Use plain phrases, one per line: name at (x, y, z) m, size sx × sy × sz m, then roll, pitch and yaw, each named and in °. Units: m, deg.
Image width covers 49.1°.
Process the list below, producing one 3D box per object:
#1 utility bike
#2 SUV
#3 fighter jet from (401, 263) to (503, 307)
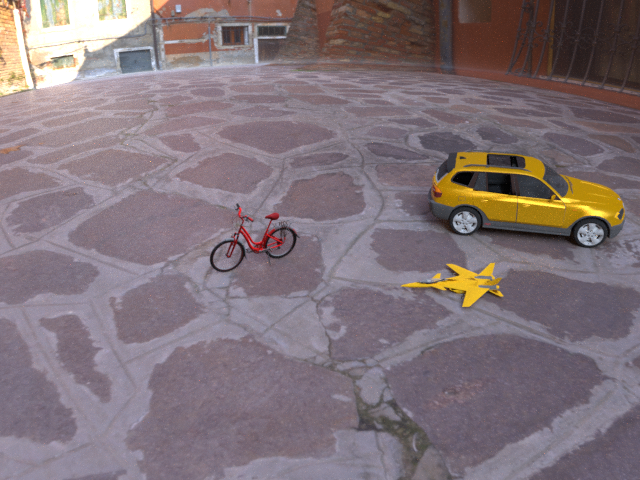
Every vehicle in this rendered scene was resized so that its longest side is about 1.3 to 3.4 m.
utility bike at (-0.901, -0.035, 10.043) m, size 1.435 × 0.946 × 0.535 m, roll -15°, pitch 31°, yaw -26°
SUV at (3.279, -0.736, 11.209) m, size 3.058 × 1.128 × 1.276 m, roll 6°, pitch 28°, yaw 12°
fighter jet at (1.788, 0.549, 9.627) m, size 1.358 × 0.286 × 1.147 m, roll -1°, pitch 27°, yaw -1°
